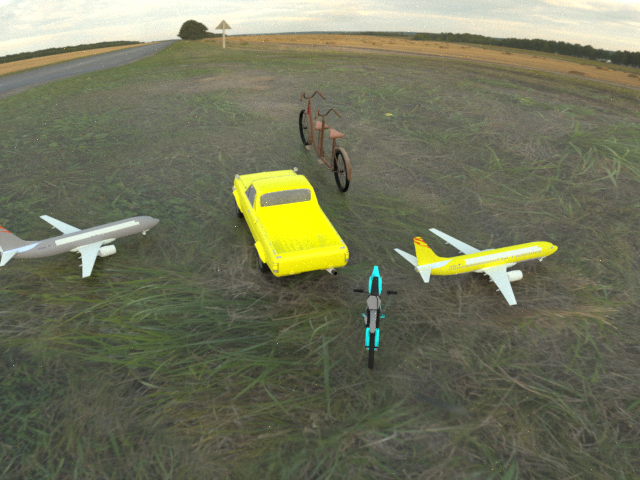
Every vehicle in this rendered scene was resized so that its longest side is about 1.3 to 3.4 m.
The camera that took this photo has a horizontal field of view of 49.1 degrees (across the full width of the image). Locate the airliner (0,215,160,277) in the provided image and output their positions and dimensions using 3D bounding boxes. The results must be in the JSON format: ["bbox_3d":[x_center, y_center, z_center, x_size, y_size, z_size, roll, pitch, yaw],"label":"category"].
[{"bbox_3d":[-3.678,-0.181,10.715,2.541,0.835,2.257,-18,34,-29],"label":"airliner"}]

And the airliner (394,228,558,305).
[{"bbox_3d":[2.428,0.128,10.161,2.541,0.835,2.257,-10,31,-18],"label":"airliner"}]

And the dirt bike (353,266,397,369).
[{"bbox_3d":[0.680,0.897,8.756,0.527,0.857,1.493,3,29,5],"label":"dirt bike"}]

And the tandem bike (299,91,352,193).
[{"bbox_3d":[0.048,-2.013,13.502,0.550,1.326,3.192,-9,30,-15],"label":"tandem bike"}]

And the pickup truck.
[{"bbox_3d":[-0.551,-0.410,10.964,1.244,0.993,3.117,-8,30,-15],"label":"pickup truck"}]
